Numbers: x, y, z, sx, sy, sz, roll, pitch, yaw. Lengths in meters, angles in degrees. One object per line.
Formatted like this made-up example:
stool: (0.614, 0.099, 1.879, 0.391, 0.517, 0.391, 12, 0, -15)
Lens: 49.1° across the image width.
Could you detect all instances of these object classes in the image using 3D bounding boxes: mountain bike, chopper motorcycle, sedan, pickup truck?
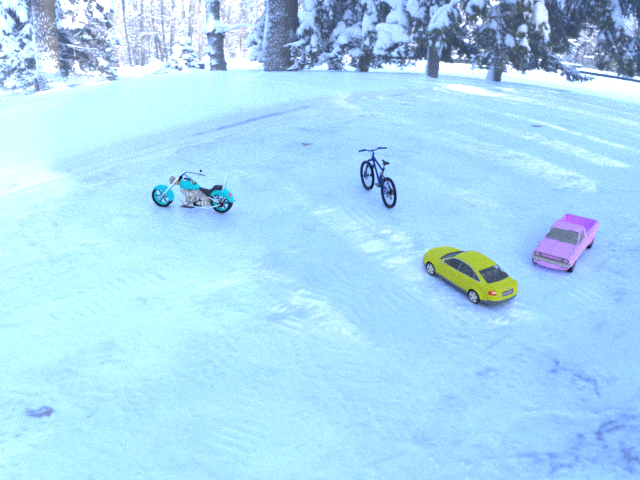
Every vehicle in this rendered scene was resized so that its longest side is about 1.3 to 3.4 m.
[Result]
mountain bike: (1.059, -1.170, 12.769, 0.573, 0.868, 1.469, -10, 28, -19)
chopper motorcycle: (-2.253, -0.878, 12.307, 1.563, 0.761, 0.466, 8, 28, 15)
sedan: (2.122, 0.416, 10.032, 0.635, 0.483, 1.613, -15, 30, -28)
pickup truck: (3.846, -0.030, 10.893, 0.640, 0.511, 1.603, 17, 31, 31)
